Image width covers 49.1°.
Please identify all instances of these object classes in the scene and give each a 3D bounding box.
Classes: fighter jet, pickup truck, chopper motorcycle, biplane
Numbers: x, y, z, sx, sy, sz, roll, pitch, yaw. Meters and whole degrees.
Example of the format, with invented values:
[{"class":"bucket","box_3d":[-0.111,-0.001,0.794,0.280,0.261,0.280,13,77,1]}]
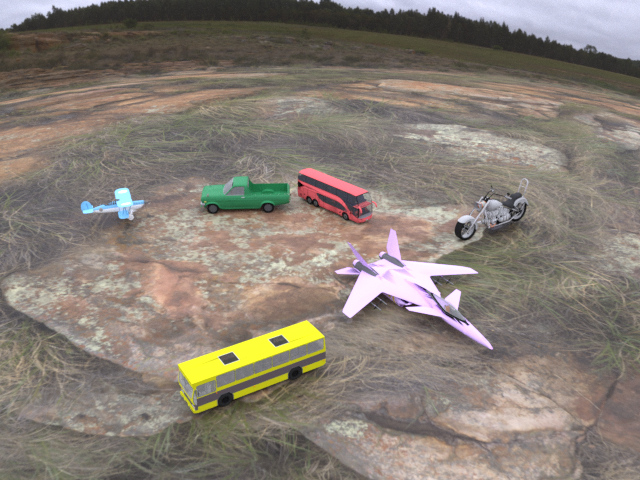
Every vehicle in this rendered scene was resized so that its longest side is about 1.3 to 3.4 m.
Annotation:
[{"class":"fighter jet","box_3d":[1.391,0.660,9.386,2.229,0.557,2.640,-16,31,-28]},{"class":"pickup truck","box_3d":[-1.312,-0.826,12.375,1.603,0.511,0.640,-1,27,-3]},{"class":"chopper motorcycle","box_3d":[2.836,-0.507,11.467,1.563,0.761,0.466,-17,31,-30]},{"class":"biplane","box_3d":[-3.479,-0.571,11.879,1.090,0.504,1.336,-9,28,-16]}]

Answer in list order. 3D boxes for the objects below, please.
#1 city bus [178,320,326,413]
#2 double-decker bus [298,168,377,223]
[{"class":"city bus","box_3d":[-0.747,1.435,7.961,1.674,0.460,0.476,-16,31,-28]},{"class":"double-decker bus","box_3d":[0.259,-0.774,12.238,0.389,0.541,1.672,-22,34,-37]}]
